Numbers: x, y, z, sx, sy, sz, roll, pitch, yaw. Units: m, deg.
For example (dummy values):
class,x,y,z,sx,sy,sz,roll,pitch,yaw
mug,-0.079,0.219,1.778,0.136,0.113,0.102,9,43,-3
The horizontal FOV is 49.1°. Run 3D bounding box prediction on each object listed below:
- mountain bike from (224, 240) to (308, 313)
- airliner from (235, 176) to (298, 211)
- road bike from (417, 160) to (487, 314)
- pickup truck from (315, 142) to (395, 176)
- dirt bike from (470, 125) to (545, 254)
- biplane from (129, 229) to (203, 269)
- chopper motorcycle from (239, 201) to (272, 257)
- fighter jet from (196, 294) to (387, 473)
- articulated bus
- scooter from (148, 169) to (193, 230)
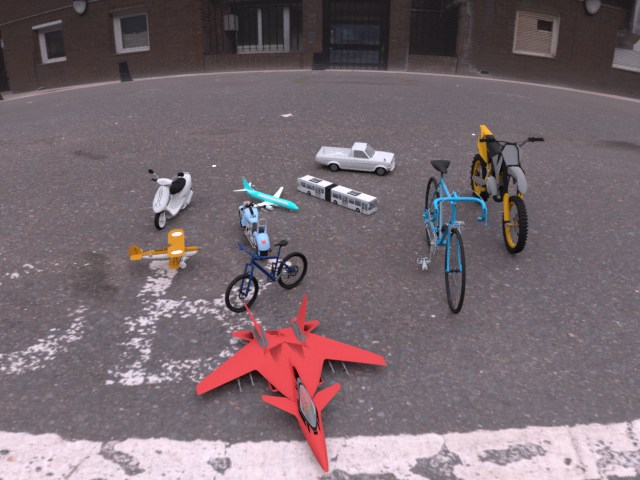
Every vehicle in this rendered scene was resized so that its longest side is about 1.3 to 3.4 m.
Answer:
class,x,y,z,sx,sy,sz,roll,pitch,yaw
mountain bike,-0.729,0.442,9.705,1.469,0.868,0.573,-23,35,-38
airliner,-0.923,-0.829,12.685,1.307,0.429,1.161,17,32,31
road bike,1.796,-0.224,10.143,0.697,1.656,3.004,-1,27,-1
pickup truck,0.727,-1.700,14.306,1.603,0.511,0.640,6,28,12
dirt bike,3.005,-1.018,11.693,1.024,1.666,2.903,-2,27,-3
biplane,-2.332,0.181,10.617,1.090,0.504,1.336,-5,27,-10
chopper motorcycle,-1.083,-0.283,11.248,0.466,0.761,1.563,-9,28,-16
fighter jet,-0.257,1.536,7.897,2.229,0.557,2.640,-7,28,-13
articulated bus,0.298,-0.844,12.870,1.749,0.289,0.311,22,34,36
scooter,-2.559,-0.828,12.144,0.662,0.919,1.399,7,28,13
